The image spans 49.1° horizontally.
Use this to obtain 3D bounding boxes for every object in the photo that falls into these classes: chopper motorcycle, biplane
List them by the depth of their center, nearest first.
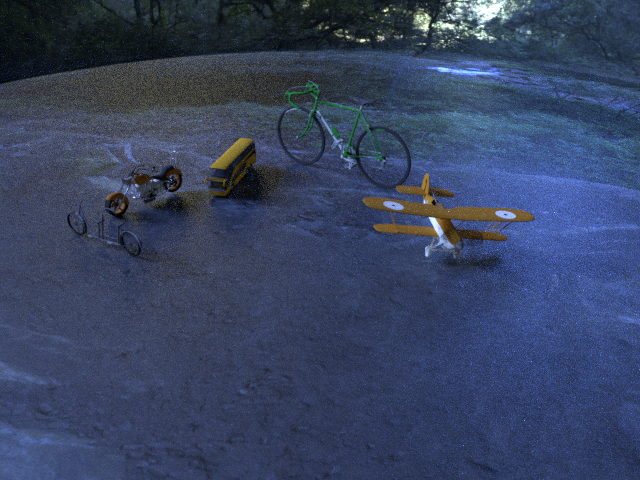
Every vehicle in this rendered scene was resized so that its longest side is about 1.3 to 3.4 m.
[{"bbox_3d":[1.860,-0.359,10.627,2.598,0.981,2.120,-4,29,-7],"label":"biplane"},{"bbox_3d":[-2.998,-0.969,11.950,0.466,0.761,1.563,23,36,35],"label":"chopper motorcycle"}]

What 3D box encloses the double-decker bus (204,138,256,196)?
[{"bbox_3d":[-1.609,-1.338,12.841,0.389,0.541,1.672,8,30,14],"label":"double-decker bus"}]

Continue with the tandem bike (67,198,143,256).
[{"bbox_3d":[-3.321,-0.213,10.672,1.642,0.682,0.283,17,33,28],"label":"tandem bike"}]

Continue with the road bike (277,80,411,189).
[{"bbox_3d":[0.371,-1.940,12.776,3.004,1.656,0.697,20,35,32],"label":"road bike"}]
